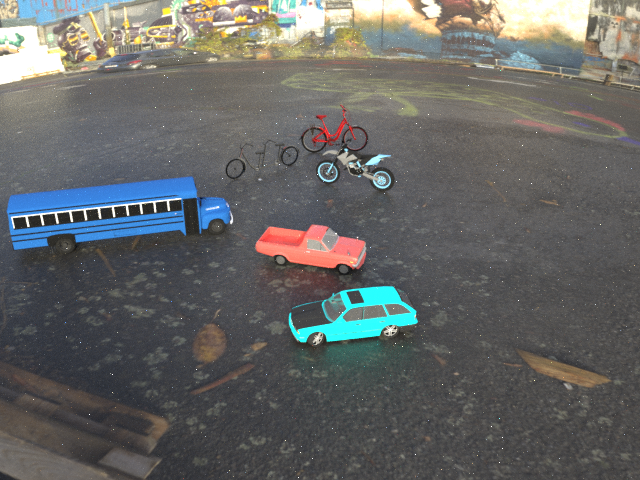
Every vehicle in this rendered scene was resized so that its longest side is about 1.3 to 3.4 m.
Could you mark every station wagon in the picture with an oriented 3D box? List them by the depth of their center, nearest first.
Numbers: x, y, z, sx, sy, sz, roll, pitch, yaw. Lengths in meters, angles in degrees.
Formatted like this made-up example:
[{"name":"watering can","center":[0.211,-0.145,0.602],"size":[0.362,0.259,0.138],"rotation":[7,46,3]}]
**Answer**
[{"name":"station wagon","center":[0.403,0.916,8.813],"size":[1.597,0.473,0.682],"rotation":[-5,28,-10]}]

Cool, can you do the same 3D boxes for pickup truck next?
[{"name":"pickup truck","center":[-0.127,0.077,10.359],"size":[1.603,0.511,0.640],"rotation":[8,29,15]}]

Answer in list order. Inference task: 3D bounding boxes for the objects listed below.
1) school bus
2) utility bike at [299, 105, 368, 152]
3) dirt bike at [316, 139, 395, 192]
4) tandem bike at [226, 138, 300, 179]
[{"name":"school bus","center":[-3.048,-0.423,10.947],"size":[3.322,0.844,0.709],"rotation":[-7,29,-14]},{"name":"utility bike","center":[0.275,-2.274,14.334],"size":[1.435,0.946,0.535],"rotation":[-2,28,-3]},{"name":"dirt bike","center":[0.630,-1.339,12.663],"size":[1.493,0.857,0.527],"rotation":[9,29,16]},{"name":"tandem bike","center":[-1.077,-1.619,13.379],"size":[1.642,0.682,0.283],"rotation":[-18,33,-30]}]
